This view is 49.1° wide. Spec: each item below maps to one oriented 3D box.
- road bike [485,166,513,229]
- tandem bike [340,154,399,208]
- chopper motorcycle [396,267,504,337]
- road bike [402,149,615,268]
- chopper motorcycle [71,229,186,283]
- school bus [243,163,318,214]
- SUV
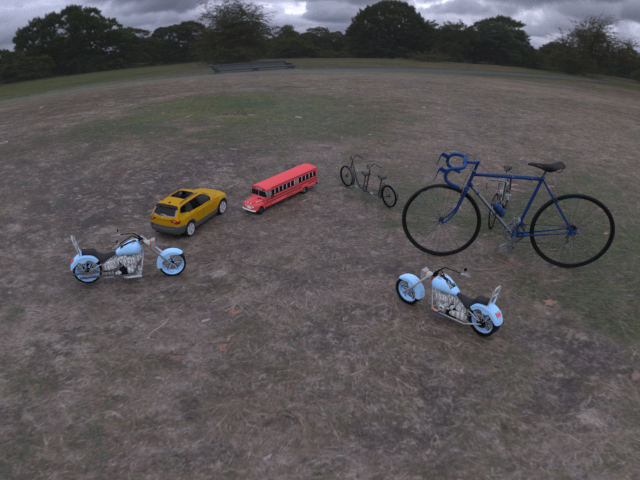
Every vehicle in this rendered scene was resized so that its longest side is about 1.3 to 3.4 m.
[{"bbox_3d":[3.025,-0.770,11.684,0.358,0.852,1.545,12,29,23],"label":"road bike"},{"bbox_3d":[0.858,-1.094,12.539,0.283,0.682,1.642,-17,31,-31],"label":"tandem bike"},{"bbox_3d":[1.611,0.669,8.846,1.563,0.761,0.466,23,35,39],"label":"chopper motorcycle"},{"bbox_3d":[2.694,-0.426,10.067,3.004,1.656,0.697,5,27,10],"label":"road bike"},{"bbox_3d":[-2.682,0.212,9.781,1.563,0.761,0.466,-6,27,-13],"label":"chopper motorcycle"},{"bbox_3d":[-0.701,-0.924,12.472,0.365,0.434,1.708,19,32,34],"label":"school bus"},{"bbox_3d":[-2.147,-0.563,11.568,0.656,0.580,1.572,11,28,22],"label":"SUV"}]
